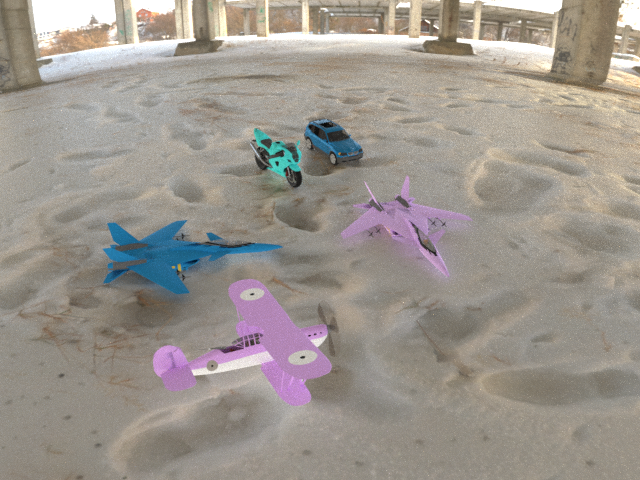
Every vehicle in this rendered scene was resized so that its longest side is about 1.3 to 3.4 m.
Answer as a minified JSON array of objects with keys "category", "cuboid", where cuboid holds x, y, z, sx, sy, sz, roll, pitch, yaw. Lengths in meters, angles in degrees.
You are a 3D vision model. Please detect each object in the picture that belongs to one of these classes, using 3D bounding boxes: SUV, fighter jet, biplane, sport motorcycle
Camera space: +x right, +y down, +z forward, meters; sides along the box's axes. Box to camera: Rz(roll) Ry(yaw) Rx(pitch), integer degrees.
[{"category":"SUV","cuboid":[0.261,-2.034,14.288,0.656,0.580,1.572,-16,32,-26]},{"category":"fighter jet","cuboid":[-1.863,0.068,10.476,2.640,0.557,2.229,-5,29,-9]},{"category":"biplane","cuboid":[-0.813,1.231,7.914,2.120,0.981,2.598,-11,31,-20]},{"category":"fighter jet","cuboid":[1.471,-0.234,11.027,2.229,0.557,2.640,-8,30,-14]},{"category":"sport motorcycle","cuboid":[-0.803,-1.555,13.162,0.506,0.821,1.520,-20,34,-31]}]
